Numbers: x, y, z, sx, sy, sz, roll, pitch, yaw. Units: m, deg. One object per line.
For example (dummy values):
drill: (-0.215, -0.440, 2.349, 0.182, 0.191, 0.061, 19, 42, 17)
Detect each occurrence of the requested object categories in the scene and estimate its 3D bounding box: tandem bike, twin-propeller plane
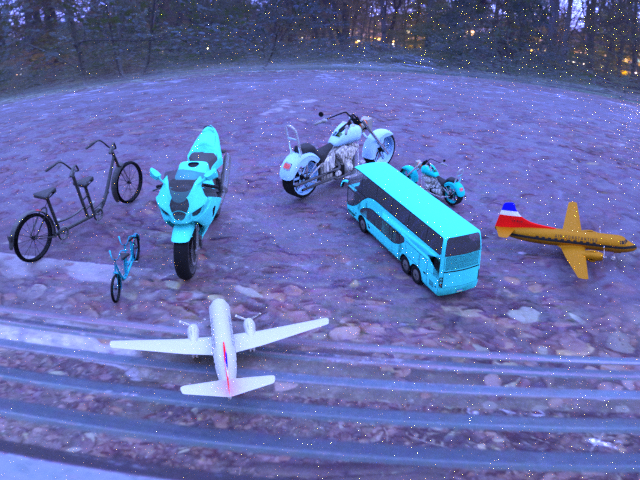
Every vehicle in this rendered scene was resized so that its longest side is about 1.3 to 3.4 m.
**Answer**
tandem bike: (-3.924, -0.761, 11.478, 0.550, 1.326, 3.192, 11, 30, 21)
twin-propeller plane: (-1.161, 1.159, 8.366, 2.663, 0.792, 2.129, -5, 28, -10)
tandem bike: (-2.834, 0.267, 10.198, 0.283, 0.682, 1.642, 0, 27, 0)
twin-propeller plane: (3.802, -0.128, 10.839, 2.129, 0.792, 2.663, 7, 28, 13)

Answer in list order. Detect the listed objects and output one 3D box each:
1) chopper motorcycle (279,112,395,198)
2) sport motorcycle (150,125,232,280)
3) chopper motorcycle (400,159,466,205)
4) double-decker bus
chopper motorcycle: (0.418, -1.775, 13.258, 0.906, 1.480, 3.040, 24, 36, 38)
sport motorcycle: (-1.925, -0.660, 10.990, 0.983, 1.596, 2.955, 1, 27, 2)
chopper motorcycle: (2.048, -1.162, 12.859, 0.466, 0.761, 1.563, -19, 33, -32)
double-decker bus: (1.326, -0.299, 10.885, 0.756, 1.052, 3.251, -11, 29, -20)
